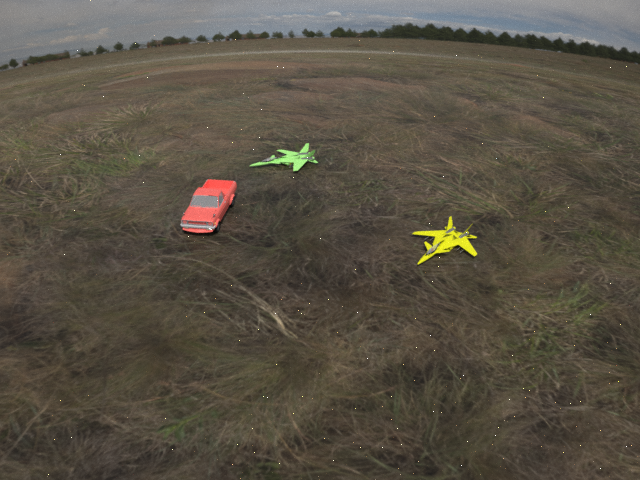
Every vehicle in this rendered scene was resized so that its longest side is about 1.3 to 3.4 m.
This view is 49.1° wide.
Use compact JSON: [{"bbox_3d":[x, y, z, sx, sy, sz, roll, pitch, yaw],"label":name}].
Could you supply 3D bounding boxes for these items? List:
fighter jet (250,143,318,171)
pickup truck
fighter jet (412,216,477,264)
[{"bbox_3d":[-0.774,-1.668,14.138,1.358,0.286,1.147,-10,31,-17],"label":"fighter jet"},{"bbox_3d":[-1.903,-0.652,12.106,0.640,0.511,1.603,4,30,7],"label":"pickup truck"},{"bbox_3d":[1.919,0.037,11.111,1.147,0.286,1.358,22,36,33],"label":"fighter jet"}]
